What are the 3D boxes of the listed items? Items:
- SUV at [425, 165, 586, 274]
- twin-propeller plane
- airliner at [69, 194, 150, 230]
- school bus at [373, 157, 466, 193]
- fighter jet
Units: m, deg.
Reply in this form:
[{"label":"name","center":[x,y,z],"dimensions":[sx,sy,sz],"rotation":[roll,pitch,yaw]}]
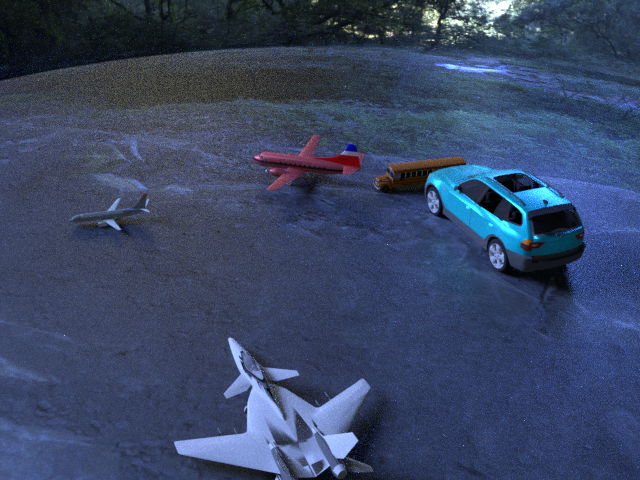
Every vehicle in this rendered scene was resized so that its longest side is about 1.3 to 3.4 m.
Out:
[{"label":"SUV","center":[2.807,-0.564,10.947],"dimensions":[1.276,1.128,3.058],"rotation":[-11,32,-18]},{"label":"twin-propeller plane","center":[-0.278,-1.499,12.914],"dimensions":[2.129,0.792,2.663],"rotation":[9,31,15]},{"label":"airliner","center":[-3.471,-0.503,11.543],"dimensions":[1.307,0.429,1.161],"rotation":[-7,31,-12]},{"label":"school bus","center":[1.813,-1.201,12.753],"dimensions":[1.708,0.434,0.365],"rotation":[-8,31,-13]},{"label":"fighter jet","center":[-0.552,1.664,7.640],"dimensions":[2.229,0.557,2.640],"rotation":[-14,33,-22]}]
